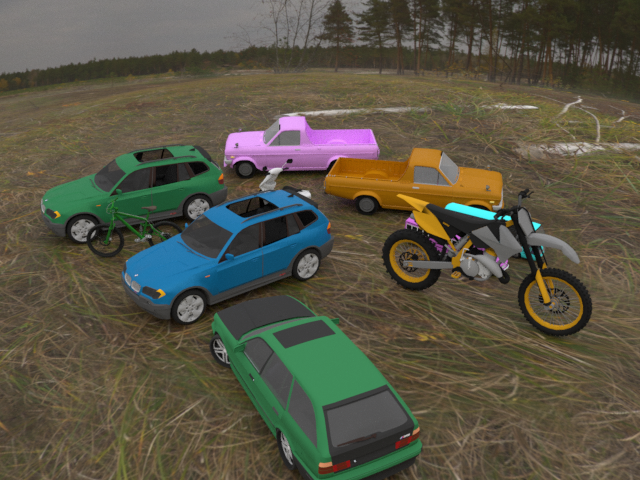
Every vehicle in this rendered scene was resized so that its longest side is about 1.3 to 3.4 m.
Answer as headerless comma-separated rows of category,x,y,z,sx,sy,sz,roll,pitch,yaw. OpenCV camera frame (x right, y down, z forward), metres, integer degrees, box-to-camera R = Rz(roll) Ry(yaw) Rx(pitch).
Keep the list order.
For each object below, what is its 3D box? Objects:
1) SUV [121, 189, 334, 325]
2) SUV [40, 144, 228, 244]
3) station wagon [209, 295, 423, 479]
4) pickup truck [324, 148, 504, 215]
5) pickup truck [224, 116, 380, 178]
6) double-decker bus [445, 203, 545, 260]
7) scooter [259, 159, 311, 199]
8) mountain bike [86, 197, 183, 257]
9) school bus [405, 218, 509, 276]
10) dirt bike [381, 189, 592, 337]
SUV,-1.236,0.114,9.773,3.058,1.128,1.276,-19,32,-33
SUV,-3.103,-0.867,11.773,3.058,1.128,1.276,-12,29,-23
station wagon,-0.196,1.341,7.506,1.327,0.920,3.105,-13,29,-24
pickup truck,1.667,-1.043,12.286,3.117,0.993,1.244,6,27,12
pickup truck,-0.384,-1.915,14.065,3.117,0.993,1.244,-1,26,-2
double-decker bus,2.721,-0.130,10.936,1.672,0.541,0.389,17,31,31
scooter,-0.612,-0.848,11.973,0.662,0.919,1.399,-22,34,-38
mountain bike,-2.808,-0.152,10.611,1.469,0.868,0.573,-2,26,-5
school bus,2.070,0.061,10.668,1.708,0.434,0.365,22,34,37
dirt bike,2.089,0.184,9.017,2.903,1.666,1.024,17,31,31
